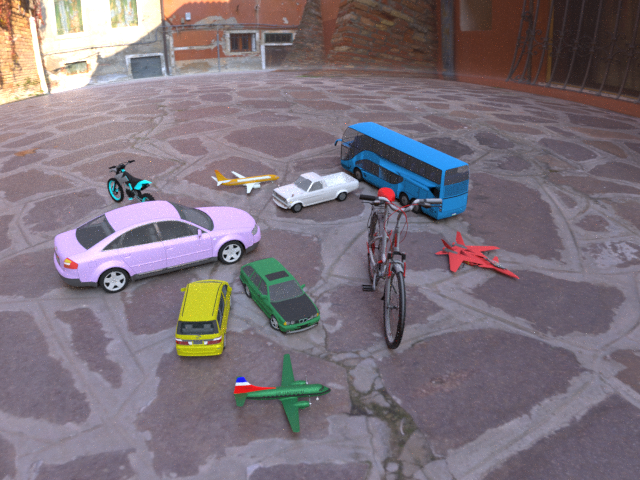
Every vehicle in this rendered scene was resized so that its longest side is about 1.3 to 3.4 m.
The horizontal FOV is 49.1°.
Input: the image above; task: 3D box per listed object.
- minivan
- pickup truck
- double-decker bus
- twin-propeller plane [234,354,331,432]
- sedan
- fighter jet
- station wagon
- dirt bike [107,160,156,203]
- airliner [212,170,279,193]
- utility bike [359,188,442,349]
[{"bbox_3d":[-1.504,0.899,9.137,0.681,0.616,1.548,-1,27,-2],"label":"minivan"},{"bbox_3d":[-0.074,-0.962,12.915,1.603,0.511,0.640,-16,31,-28],"label":"pickup truck"},{"bbox_3d":[1.468,-1.384,13.150,0.756,1.052,3.251,-16,31,-28],"label":"double-decker bus"},{"bbox_3d":[-0.419,1.668,7.854,1.095,0.407,1.370,-3,27,-6],"label":"twin-propeller plane"},{"bbox_3d":[-2.426,-0.068,10.683,3.137,0.940,1.235,-13,30,-25],"label":"sedan"},{"bbox_3d":[2.489,0.266,10.747,1.147,0.286,1.358,-22,34,-37],"label":"fighter jet"},{"bbox_3d":[-0.574,0.708,9.669,0.682,0.473,1.597,-13,30,-24],"label":"station wagon"},{"bbox_3d":[-3.378,-0.925,12.460,1.493,0.857,0.527,22,34,37],"label":"dirt bike"},{"bbox_3d":[-1.409,-1.233,13.539,1.307,0.429,1.161,-10,29,-19],"label":"airliner"},{"bbox_3d":[0.978,0.094,9.371,1.039,1.839,2.791,-2,27,-3],"label":"utility bike"}]
